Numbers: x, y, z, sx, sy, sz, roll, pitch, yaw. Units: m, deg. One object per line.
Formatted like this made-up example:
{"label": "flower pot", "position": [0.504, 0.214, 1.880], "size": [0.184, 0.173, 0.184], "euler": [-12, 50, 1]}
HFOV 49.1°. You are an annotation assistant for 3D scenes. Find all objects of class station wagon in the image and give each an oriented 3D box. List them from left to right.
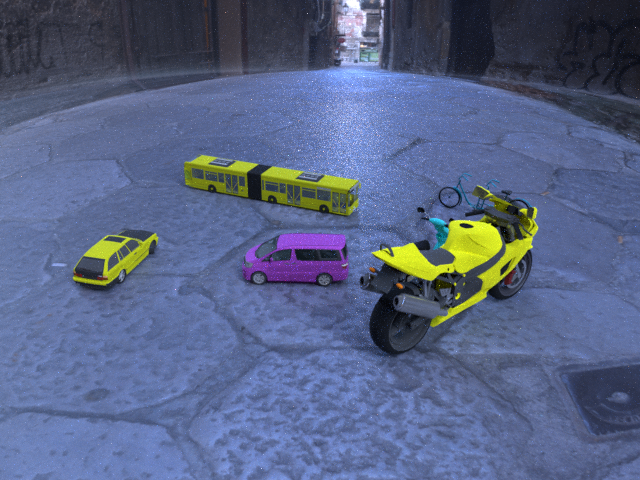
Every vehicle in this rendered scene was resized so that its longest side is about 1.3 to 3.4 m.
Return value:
{"label": "station wagon", "position": [-3.011, 0.180, 10.440], "size": [0.682, 0.473, 1.597], "euler": [7, 28, 14]}

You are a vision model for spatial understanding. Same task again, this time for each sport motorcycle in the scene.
{"label": "sport motorcycle", "position": [1.748, 0.370, 8.809], "size": [2.955, 1.596, 0.983], "euler": [-19, 32, -33]}

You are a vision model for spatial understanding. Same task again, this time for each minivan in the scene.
{"label": "minivan", "position": [-0.357, 0.254, 10.134], "size": [1.548, 0.616, 0.681], "euler": [1, 27, 3]}

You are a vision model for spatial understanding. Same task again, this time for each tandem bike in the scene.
{"label": "tandem bike", "position": [2.840, -0.750, 12.064], "size": [1.642, 0.682, 0.283], "euler": [13, 29, 24]}

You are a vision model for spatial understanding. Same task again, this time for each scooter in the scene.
{"label": "scooter", "position": [1.557, 0.074, 10.155], "size": [0.662, 0.919, 1.399], "euler": [24, 35, 39]}

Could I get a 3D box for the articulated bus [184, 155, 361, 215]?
{"label": "articulated bus", "position": [-0.913, -1.023, 12.743], "size": [3.401, 0.561, 0.605], "euler": [11, 29, 21]}
